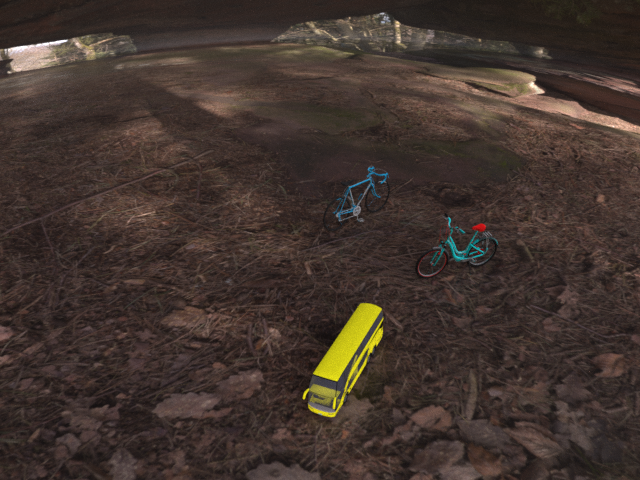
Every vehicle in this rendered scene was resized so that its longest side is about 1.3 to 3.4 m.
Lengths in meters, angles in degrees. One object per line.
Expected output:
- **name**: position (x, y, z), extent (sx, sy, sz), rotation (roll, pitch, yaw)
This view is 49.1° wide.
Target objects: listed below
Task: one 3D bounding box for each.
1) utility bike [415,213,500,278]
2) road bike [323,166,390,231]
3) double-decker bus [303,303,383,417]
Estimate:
- **utility bike**: position (2.063, 0.107, 10.173), extent (1.435, 0.946, 0.535), rotation (-12, 33, -18)
- **road bike**: position (0.630, -0.693, 11.595), extent (1.545, 0.852, 0.358), rotation (-25, 39, -35)
- **double-decker bus**: position (0.326, 1.420, 8.379), extent (0.389, 0.541, 1.672), rotation (13, 33, 21)
